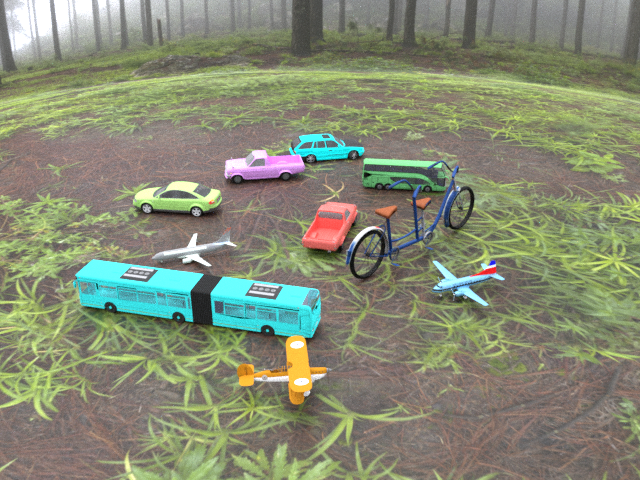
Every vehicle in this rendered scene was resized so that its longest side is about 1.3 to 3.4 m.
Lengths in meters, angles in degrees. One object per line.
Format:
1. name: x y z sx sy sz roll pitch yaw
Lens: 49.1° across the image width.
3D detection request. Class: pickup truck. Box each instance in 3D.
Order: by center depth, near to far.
1. pickup truck: 0.184 -0.272 11.639 0.640 0.511 1.603 7 28 13
2. pickup truck: -1.118 -1.507 14.064 1.603 0.511 0.640 -5 27 -9

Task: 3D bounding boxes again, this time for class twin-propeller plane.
1. twin-propeller plane: 2.096 0.562 10.114 1.095 0.407 1.370 -11 29 -20

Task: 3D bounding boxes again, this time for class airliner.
1. airliner: -2.006 0.083 11.031 1.307 0.429 1.161 -9 28 -17

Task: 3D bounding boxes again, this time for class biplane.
1. biplane: -0.408 1.535 8.095 1.090 0.504 1.336 -2 27 -4

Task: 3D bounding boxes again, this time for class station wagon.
1. station wagon: 0.158 -2.016 15.105 1.597 0.473 0.682 -5 27 -11

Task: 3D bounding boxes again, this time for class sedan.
1. sedan: -2.591 -0.783 12.673 1.613 0.483 0.635 4 27 8

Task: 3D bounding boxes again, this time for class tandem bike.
1. tandem bike: 1.516 -0.394 10.979 3.192 1.326 0.550 -24 36 -39

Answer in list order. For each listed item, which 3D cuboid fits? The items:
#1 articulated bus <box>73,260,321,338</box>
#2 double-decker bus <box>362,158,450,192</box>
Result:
1. articulated bus: -1.692 0.783 9.510 3.401 0.561 0.605 7 28 13
2. double-decker bus: 1.655 -1.251 13.527 1.672 0.541 0.389 4 27 7
